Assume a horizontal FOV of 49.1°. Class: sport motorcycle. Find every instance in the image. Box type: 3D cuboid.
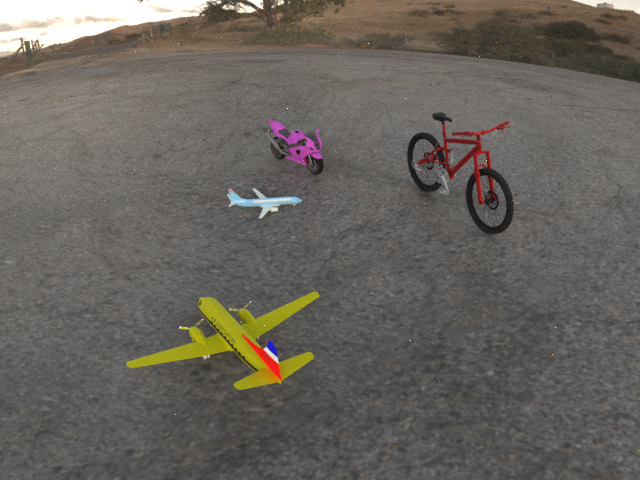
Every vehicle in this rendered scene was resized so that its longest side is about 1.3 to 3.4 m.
[{"bbox_3d":[-0.472,-1.837,13.706,0.506,0.821,1.520,-25,38,-37],"label":"sport motorcycle"}]

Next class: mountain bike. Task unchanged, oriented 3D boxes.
[{"bbox_3d":[2.321,-1.277,11.861,1.114,1.688,2.857,-14,33,-24],"label":"mountain bike"}]

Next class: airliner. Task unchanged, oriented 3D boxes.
[{"bbox_3d":[-0.958,-0.746,12.199,1.307,0.429,1.161,-5,30,-9],"label":"airliner"}]

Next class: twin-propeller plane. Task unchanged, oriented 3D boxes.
[{"bbox_3d":[-1.026,1.113,8.596,2.663,0.792,2.129,-19,35,-29],"label":"twin-propeller plane"}]
